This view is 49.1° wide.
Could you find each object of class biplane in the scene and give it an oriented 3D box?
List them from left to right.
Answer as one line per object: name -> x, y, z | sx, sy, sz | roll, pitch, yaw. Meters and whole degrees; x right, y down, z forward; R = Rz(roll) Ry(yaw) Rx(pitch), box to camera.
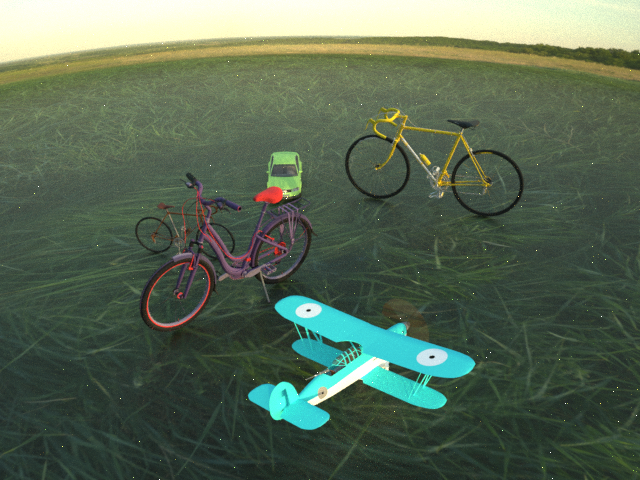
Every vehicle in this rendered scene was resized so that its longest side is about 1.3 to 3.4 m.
biplane -> 0.248, 1.323, 7.341 | 2.598, 0.981, 2.120 | 25, 37, 38

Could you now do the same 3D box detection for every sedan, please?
sedan -> -0.634, -1.221, 12.562 | 0.635, 0.483, 1.613 | -1, 28, -2

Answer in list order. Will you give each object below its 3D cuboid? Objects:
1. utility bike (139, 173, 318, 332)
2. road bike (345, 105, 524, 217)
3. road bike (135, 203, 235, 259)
utility bike -> -1.005, 0.067, 8.761 | 2.791, 1.839, 1.039 | -24, 36, -37
road bike -> 1.829, -1.289, 11.456 | 3.004, 1.656, 0.696 | 11, 30, 19
road bike -> -1.982, -0.141, 10.180 | 1.545, 0.852, 0.358 | 6, 29, 10
